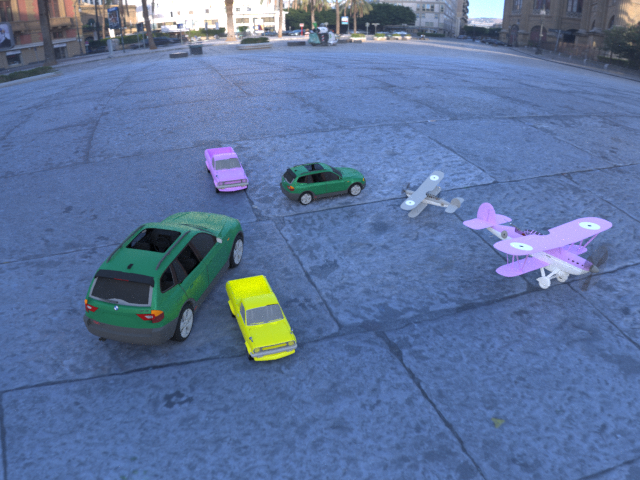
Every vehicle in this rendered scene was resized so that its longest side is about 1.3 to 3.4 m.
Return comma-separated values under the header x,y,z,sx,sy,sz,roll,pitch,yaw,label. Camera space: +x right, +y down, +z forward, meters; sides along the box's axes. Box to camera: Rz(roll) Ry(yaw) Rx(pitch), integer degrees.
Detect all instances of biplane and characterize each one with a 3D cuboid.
x,y,z,sx,sy,sz,roll,pitch,yaw,label
3.153,0.046,10.266,2.598,0.981,2.120,-22,36,-33,biplane
1.910,-0.694,12.075,1.090,0.504,1.336,19,34,30,biplane

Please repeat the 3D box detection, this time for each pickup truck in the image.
x,y,z,sx,sy,sz,roll,pitch,yaw,label
-0.796,0.945,9.141,0.640,0.511,1.603,-9,31,-16,pickup truck
-1.804,-1.410,13.347,0.640,0.511,1.603,-8,30,-14,pickup truck

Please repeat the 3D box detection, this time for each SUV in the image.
x,y,z,sx,sy,sz,roll,pitch,yaw,label
0.061,-1.095,12.713,1.572,0.580,0.656,-11,31,-19,SUV
-2.059,0.291,9.677,1.276,1.128,3.058,7,30,13,SUV
